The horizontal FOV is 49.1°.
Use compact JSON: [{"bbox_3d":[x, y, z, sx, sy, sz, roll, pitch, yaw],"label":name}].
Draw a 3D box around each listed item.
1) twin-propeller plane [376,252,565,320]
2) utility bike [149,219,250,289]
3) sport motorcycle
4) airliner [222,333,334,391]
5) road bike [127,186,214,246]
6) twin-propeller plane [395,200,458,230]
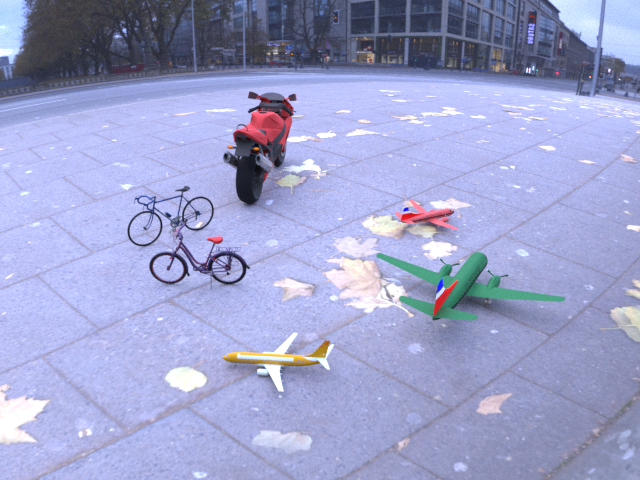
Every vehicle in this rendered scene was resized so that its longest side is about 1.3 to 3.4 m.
[{"bbox_3d":[1.903,0.510,9.436,2.663,0.792,2.129,14,29,26],"label":"twin-propeller plane"},{"bbox_3d":[-1.708,0.242,9.811,1.435,0.946,0.535,0,26,0],"label":"utility bike"},{"bbox_3d":[-1.079,-1.837,13.349,0.983,1.596,2.955,5,26,10],"label":"sport motorcycle"},{"bbox_3d":[-0.509,1.318,8.185,1.307,0.429,1.161,3,26,6],"label":"airliner"},{"bbox_3d":[-2.393,-0.423,11.287,1.545,0.852,0.358,-19,32,-34],"label":"road bike"},{"bbox_3d":[1.832,-0.448,11.849,1.095,0.407,1.370,-12,28,-24],"label":"twin-propeller plane"}]
